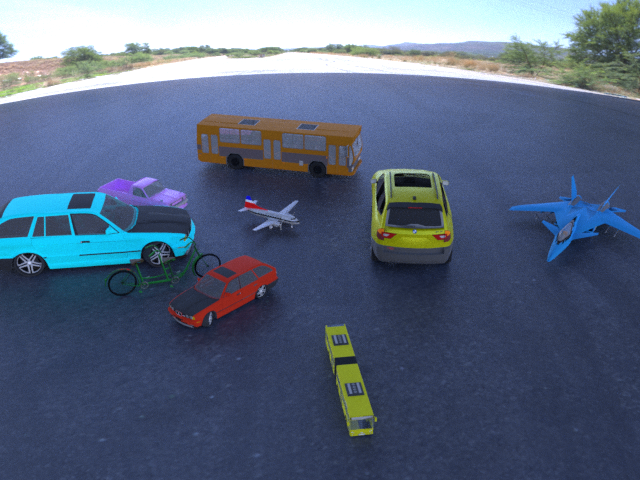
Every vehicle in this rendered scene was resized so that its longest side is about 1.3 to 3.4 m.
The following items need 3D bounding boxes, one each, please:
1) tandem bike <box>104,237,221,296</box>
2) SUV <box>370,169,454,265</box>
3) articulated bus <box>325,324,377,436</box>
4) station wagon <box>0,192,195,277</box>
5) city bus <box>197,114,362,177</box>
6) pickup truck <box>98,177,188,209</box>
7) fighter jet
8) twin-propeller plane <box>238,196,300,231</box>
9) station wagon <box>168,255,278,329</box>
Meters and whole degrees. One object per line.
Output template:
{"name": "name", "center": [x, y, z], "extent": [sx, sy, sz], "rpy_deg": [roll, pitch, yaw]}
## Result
{"name": "tandem bike", "center": [-2.187, 0.361, 9.794], "extent": [1.642, 0.682, 0.283], "rpy_deg": [-11, 29, -21]}
{"name": "SUV", "center": [1.435, -0.594, 11.212], "extent": [1.276, 1.128, 3.058], "rpy_deg": [2, 26, 4]}
{"name": "articulated bus", "center": [0.306, 1.526, 7.894], "extent": [0.311, 0.289, 1.749], "rpy_deg": [-4, 27, -7]}
{"name": "station wagon", "center": [-3.479, -0.187, 10.628], "extent": [3.105, 0.920, 1.327], "rpy_deg": [-4, 27, -8]}
{"name": "city bus", "center": [-0.817, -1.891, 14.084], "extent": [3.255, 0.894, 0.926], "rpy_deg": [7, 27, 13]}
{"name": "pickup truck", "center": [-3.131, -0.810, 12.341], "extent": [1.603, 0.511, 0.640], "rpy_deg": [12, 29, 23]}
{"name": "fighter jet", "center": [4.104, -0.324, 11.312], "extent": [2.229, 0.557, 2.640], "rpy_deg": [16, 31, 29]}
{"name": "twin-propeller plane", "center": [-0.814, -0.468, 11.770], "extent": [1.095, 0.407, 1.370], "rpy_deg": [14, 30, 25]}
{"name": "station wagon", "center": [-1.300, 0.647, 9.454], "extent": [0.682, 0.473, 1.597], "rpy_deg": [21, 33, 36]}
